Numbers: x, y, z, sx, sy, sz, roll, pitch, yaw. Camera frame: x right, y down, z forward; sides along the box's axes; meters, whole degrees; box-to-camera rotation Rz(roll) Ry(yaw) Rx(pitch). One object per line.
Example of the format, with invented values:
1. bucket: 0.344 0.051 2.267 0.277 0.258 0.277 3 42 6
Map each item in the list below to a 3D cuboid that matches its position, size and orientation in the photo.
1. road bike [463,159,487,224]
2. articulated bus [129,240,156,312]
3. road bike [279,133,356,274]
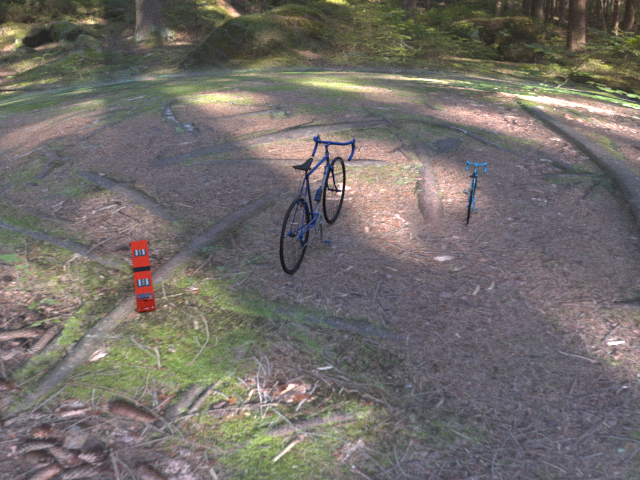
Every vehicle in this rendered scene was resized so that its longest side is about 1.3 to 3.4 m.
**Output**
1. road bike: 2.703 -0.889 12.380 0.358 0.852 1.545 7 28 14
2. articulated bus: -2.602 0.494 10.276 0.311 0.289 1.749 -7 28 -14
3. road bike: -0.058 -0.676 11.071 0.696 1.656 3.004 9 28 17
